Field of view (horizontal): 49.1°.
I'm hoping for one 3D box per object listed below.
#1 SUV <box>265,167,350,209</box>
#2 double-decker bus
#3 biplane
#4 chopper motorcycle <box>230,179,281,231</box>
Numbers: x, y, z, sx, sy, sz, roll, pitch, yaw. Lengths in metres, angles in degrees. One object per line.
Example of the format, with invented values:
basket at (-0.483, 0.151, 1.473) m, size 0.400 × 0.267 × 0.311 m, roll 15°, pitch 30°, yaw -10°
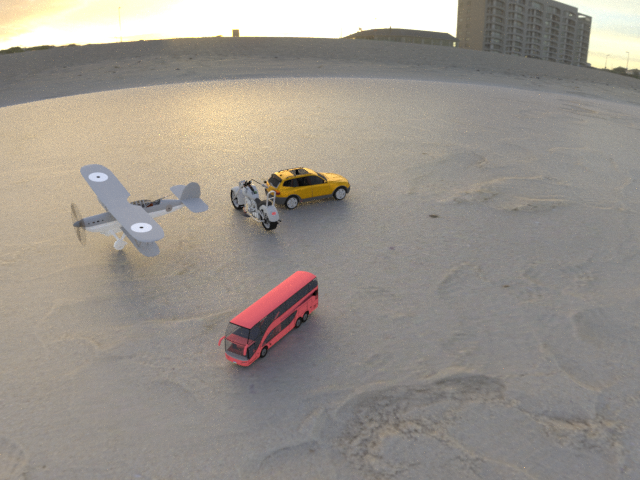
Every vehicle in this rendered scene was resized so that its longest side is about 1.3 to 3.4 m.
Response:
SUV at (-0.217, -1.009, 12.718) m, size 1.572 × 0.580 × 0.656 m, roll -12°, pitch 28°, yaw -24°
double-decker bus at (-0.580, 0.955, 8.640) m, size 0.389 × 0.541 × 1.672 m, roll 15°, pitch 29°, yaw 28°
biplane at (-2.824, -0.439, 11.055) m, size 2.120 × 0.981 × 2.598 m, roll -17°, pitch 30°, yaw -32°
chopper motorcycle at (-1.134, -0.693, 11.845) m, size 0.466 × 0.761 × 1.563 m, roll -15°, pitch 29°, yaw -29°
